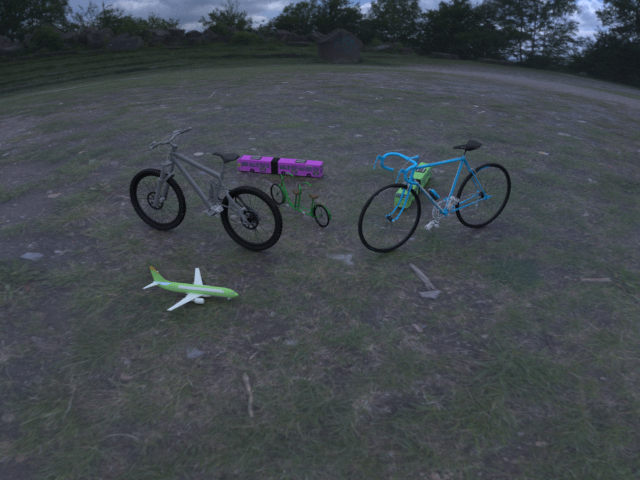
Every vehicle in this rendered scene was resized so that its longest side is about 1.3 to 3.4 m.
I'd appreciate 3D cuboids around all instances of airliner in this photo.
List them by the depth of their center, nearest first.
[{"bbox_3d":[-1.784,0.610,9.850,1.307,0.429,1.161,5,28,9],"label":"airliner"}]

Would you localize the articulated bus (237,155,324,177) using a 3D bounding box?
[{"bbox_3d":[-0.787,-1.481,14.043,1.749,0.289,0.311,6,28,11],"label":"articulated bus"}]

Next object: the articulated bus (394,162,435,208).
[{"bbox_3d":[1.785,-1.048,13.205,0.311,0.289,1.749,11,29,20],"label":"articulated bus"}]

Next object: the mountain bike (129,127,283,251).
[{"bbox_3d":[-1.883,-0.767,11.141,2.857,1.688,1.114,12,30,21],"label":"mountain bike"}]

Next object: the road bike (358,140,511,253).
[{"bbox_3d":[1.904,-0.750,11.142,3.004,1.656,0.697,-14,30,-25],"label":"road bike"}]

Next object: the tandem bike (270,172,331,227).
[{"bbox_3d":[-0.362,-0.735,12.173,0.283,0.682,1.642,-22,35,-36],"label":"tandem bike"}]
